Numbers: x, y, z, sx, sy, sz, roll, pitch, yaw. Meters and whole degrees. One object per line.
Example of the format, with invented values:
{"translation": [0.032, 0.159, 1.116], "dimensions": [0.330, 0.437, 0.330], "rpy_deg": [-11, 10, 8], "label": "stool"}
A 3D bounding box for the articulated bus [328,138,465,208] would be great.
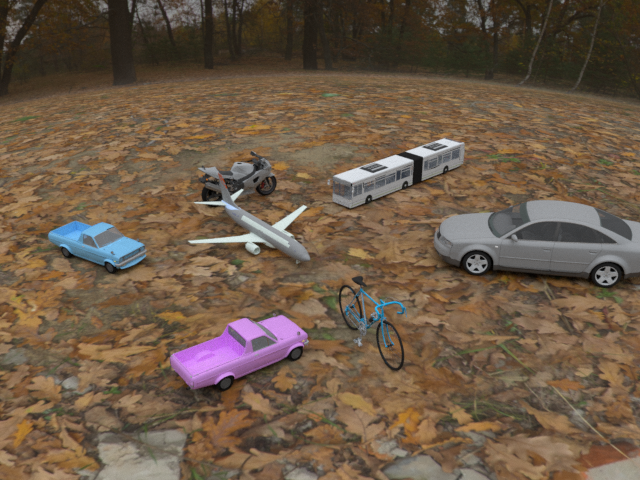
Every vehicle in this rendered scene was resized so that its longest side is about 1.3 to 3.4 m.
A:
{"translation": [1.576, -1.338, 13.493], "dimensions": [3.401, 0.561, 0.605], "rpy_deg": [-22, 34, -38], "label": "articulated bus"}

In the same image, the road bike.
{"translation": [0.598, 0.928, 8.459], "dimensions": [0.358, 0.852, 1.545], "rpy_deg": [-12, 28, -24], "label": "road bike"}

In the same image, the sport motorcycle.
{"translation": [-1.471, -1.094, 12.686], "dimensions": [1.520, 0.821, 0.506], "rpy_deg": [-14, 29, -27], "label": "sport motorcycle"}

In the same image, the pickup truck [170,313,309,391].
{"translation": [-0.918, 1.258, 8.167], "dimensions": [1.603, 0.511, 0.640], "rpy_deg": [-18, 31, -32], "label": "pickup truck"}

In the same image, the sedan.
{"translation": [3.290, -0.057, 10.400], "dimensions": [3.137, 0.940, 1.235], "rpy_deg": [5, 26, 10], "label": "sedan"}

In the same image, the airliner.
{"translation": [-0.950, -0.345, 11.117], "dimensions": [2.257, 0.835, 2.541], "rpy_deg": [-19, 32, -34], "label": "airliner"}

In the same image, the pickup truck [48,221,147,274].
{"translation": [-3.421, 0.027, 10.719], "dimensions": [1.603, 0.511, 0.640], "rpy_deg": [15, 30, 28], "label": "pickup truck"}
